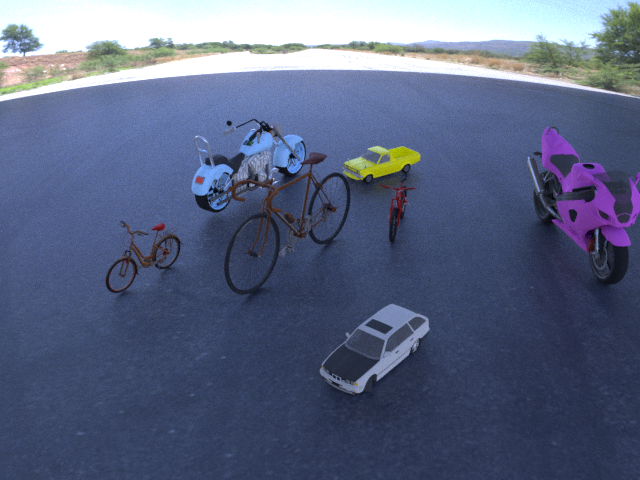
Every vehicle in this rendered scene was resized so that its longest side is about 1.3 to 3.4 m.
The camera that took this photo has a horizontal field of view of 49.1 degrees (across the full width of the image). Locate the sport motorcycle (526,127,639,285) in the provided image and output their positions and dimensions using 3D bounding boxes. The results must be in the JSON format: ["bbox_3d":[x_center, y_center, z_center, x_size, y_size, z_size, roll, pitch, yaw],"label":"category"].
[{"bbox_3d":[3.968,-0.597,10.682,0.983,1.596,2.955,-3,27,-6],"label":"sport motorcycle"}]

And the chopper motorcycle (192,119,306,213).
[{"bbox_3d":[-1.197,-1.529,12.648,0.906,1.480,3.040,16,31,29],"label":"chopper motorcycle"}]

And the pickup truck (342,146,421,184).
[{"bbox_3d":[1.221,-1.558,13.775,1.603,0.511,0.640,-18,32,-31],"label":"pickup truck"}]

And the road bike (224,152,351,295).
[{"bbox_3d":[-0.382,-0.367,10.163,0.697,1.656,3.004,18,32,31],"label":"road bike"}]

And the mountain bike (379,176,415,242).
[{"bbox_3d":[1.286,-0.578,11.449,0.573,0.868,1.469,7,28,13],"label":"mountain bike"}]

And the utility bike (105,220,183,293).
[{"bbox_3d":[-2.446,0.157,9.915,0.535,0.946,1.435,18,32,32],"label":"utility bike"}]

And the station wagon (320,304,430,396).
[{"bbox_3d":[0.670,1.233,8.316,0.682,0.473,1.597,20,33,34],"label":"station wagon"}]
